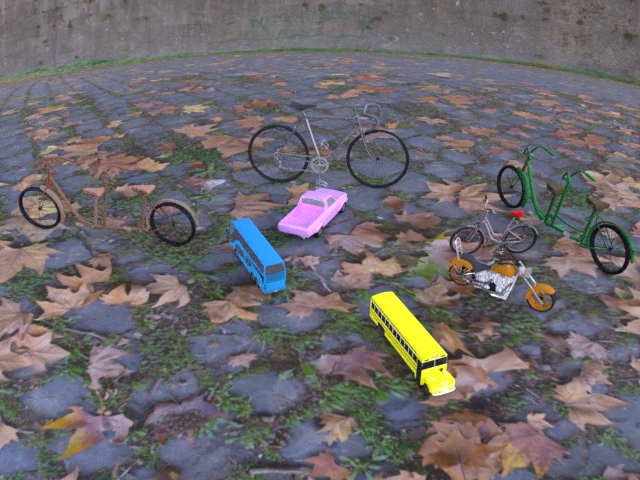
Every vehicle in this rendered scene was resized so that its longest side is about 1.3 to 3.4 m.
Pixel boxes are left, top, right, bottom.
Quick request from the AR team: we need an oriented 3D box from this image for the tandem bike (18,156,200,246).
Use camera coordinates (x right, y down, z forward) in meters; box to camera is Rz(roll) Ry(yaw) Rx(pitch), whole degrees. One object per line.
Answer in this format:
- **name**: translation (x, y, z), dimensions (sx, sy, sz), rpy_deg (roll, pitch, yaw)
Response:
- **tandem bike**: translation (-3.441, -0.616, 11.165), dimensions (3.192, 1.326, 0.550), rpy_deg (7, 30, 11)

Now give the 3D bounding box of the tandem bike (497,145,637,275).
- **tandem bike**: translation (3.834, -0.615, 11.164), dimensions (0.550, 1.326, 3.192), rpy_deg (-12, 32, -21)

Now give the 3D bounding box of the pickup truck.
- **pickup truck**: translation (-0.097, -0.510, 11.802), dimensions (0.640, 0.511, 1.603), rpy_deg (13, 32, 22)

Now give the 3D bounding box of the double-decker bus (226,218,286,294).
- **double-decker bus**: translation (-0.973, 0.195, 10.535), dimensions (0.389, 0.541, 1.672), rpy_deg (-13, 32, -21)

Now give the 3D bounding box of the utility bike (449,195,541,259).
- **utility bike**: translation (2.727, -0.153, 10.737), dimensions (1.435, 0.946, 0.535), rpy_deg (-2, 30, -3)

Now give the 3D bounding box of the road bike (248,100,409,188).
- **road bike**: translation (0.142, -1.752, 12.824), dimensions (3.004, 1.656, 0.696), rpy_deg (4, 30, 7)

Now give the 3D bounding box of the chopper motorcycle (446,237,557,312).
- **chopper motorcycle**: translation (2.544, 0.482, 9.810), dimensions (1.563, 0.761, 0.466), rpy_deg (17, 34, 27)

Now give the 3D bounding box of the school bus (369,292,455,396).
- **school bus**: translation (1.138, 1.272, 8.755), dimensions (0.365, 0.434, 1.708), rpy_deg (-11, 32, -19)
